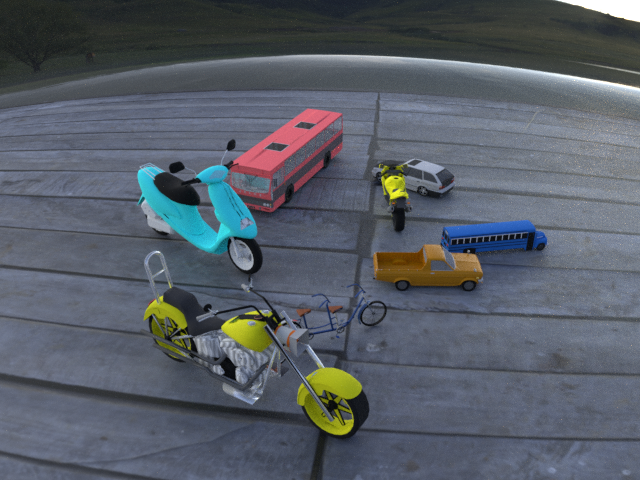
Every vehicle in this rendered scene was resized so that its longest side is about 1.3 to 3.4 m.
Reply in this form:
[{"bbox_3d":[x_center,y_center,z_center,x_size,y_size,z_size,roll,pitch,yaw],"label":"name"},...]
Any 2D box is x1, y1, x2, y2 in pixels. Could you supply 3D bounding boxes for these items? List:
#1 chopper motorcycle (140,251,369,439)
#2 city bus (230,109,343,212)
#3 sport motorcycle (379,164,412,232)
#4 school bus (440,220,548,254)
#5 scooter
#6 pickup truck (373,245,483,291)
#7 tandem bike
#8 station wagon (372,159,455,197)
[{"bbox_3d":[-0.821,1.147,7.892,3.040,1.480,0.906,17,33,28],"label":"chopper motorcycle"},{"bbox_3d":[-0.543,-1.558,13.334,0.926,0.894,3.255,12,31,21],"label":"city bus"},{"bbox_3d":[1.292,-0.768,11.996,0.506,0.821,1.520,-1,29,-2],"label":"sport motorcycle"},{"bbox_3d":[2.785,-0.033,11.076,1.708,0.434,0.365,-5,30,-9],"label":"school bus"},{"bbox_3d":[-1.918,-0.604,10.712,2.721,1.786,1.288,21,36,33],"label":"scooter"},{"bbox_3d":[1.576,0.376,10.266,1.603,0.511,0.640,0,29,1],"label":"pickup truck"},{"bbox_3d":[0.133,0.971,9.026,1.642,0.682,0.283,-11,31,-19],"label":"tandem bike"},{"bbox_3d":[1.746,-1.260,13.233,1.597,0.473,0.682,21,36,33],"label":"station wagon"}]
